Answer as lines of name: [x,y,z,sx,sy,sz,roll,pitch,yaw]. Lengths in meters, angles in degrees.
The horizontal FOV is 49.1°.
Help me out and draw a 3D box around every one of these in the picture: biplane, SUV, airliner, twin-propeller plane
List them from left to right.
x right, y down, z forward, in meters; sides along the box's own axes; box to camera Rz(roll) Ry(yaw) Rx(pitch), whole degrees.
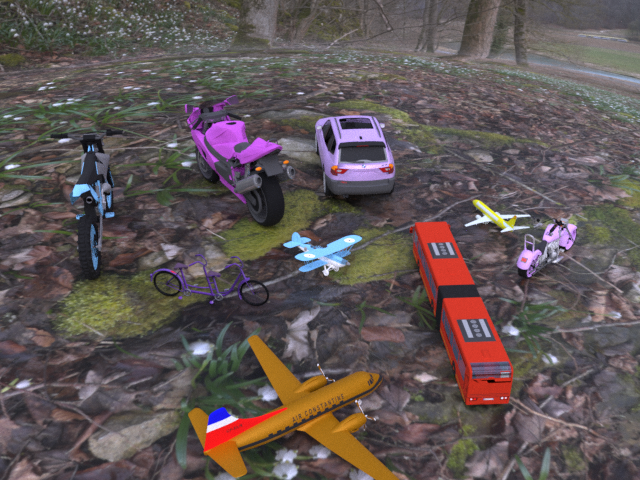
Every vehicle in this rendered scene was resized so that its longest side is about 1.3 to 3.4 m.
twin-propeller plane: [-0.204,1.655,7.031,2.129,0.792,2.663,-18,34,-29]
biplane: [0.014,0.177,9.978,1.090,0.504,1.336,22,36,34]
SUV: [0.599,-1.742,12.780,1.276,1.128,3.058,-2,29,-4]
airliner: [2.782,-0.461,11.198,1.161,0.429,1.307,-9,30,-15]

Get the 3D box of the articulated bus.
articulated bus: [1.706,0.756,8.880,0.605,0.561,3.401,-2,29,-3]

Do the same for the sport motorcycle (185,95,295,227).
sport motorcycle: [-1.409,-1.351,11.597,0.983,1.596,2.955,-18,34,-29]

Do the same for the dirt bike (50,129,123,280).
dirt bike: [-3.362,-0.708,10.371,1.024,1.666,2.903,-4,29,-8]

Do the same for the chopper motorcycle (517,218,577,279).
chopper motorcycle: [3.292,0.013,10.007,0.466,0.761,1.563,25,38,37]

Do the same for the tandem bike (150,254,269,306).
tandem bike: [-1.465,0.513,9.191,1.642,0.682,0.283,6,30,10]
